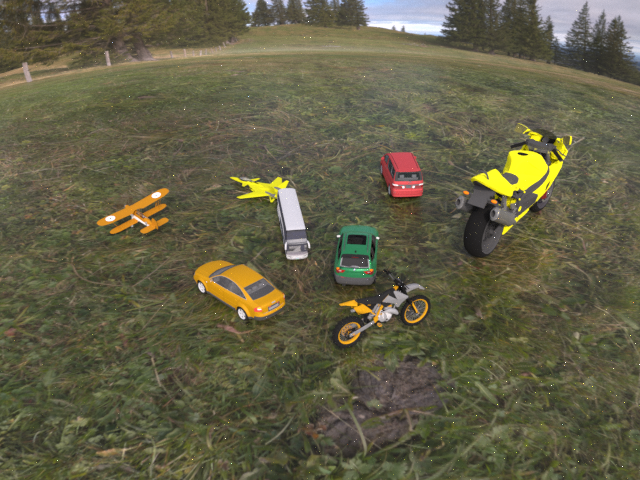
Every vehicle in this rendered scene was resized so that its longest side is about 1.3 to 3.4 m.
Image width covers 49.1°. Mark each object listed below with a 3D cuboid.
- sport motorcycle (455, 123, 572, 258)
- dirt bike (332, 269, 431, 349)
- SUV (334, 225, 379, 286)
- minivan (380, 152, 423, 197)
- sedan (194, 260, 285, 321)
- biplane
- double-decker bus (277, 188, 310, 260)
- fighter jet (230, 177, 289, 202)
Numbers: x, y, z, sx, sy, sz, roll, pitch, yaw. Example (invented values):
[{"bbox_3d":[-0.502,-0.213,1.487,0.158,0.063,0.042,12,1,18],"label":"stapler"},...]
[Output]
[{"bbox_3d":[3.186,-0.832,11.377,0.983,1.596,2.955,23,37,34],"label":"sport motorcycle"},{"bbox_3d":[0.821,0.893,9.085,1.493,0.857,0.527,-14,33,-23],"label":"dirt bike"},{"bbox_3d":[0.569,0.142,10.690,0.656,0.580,1.572,3,30,5],"label":"SUV"},{"bbox_3d":[1.533,-1.326,13.243,0.681,0.616,1.548,-2,30,-4],"label":"minivan"},{"bbox_3d":[-1.174,0.629,9.928,0.635,0.483,1.613,-26,39,-38],"label":"sedan"},{"bbox_3d":[-3.005,-0.376,11.680,1.336,0.504,1.090,-24,38,-36],"label":"biplane"},{"bbox_3d":[-0.462,-0.266,11.448,0.389,0.541,1.672,-4,30,-7],"label":"double-decker bus"},{"bbox_3d":[-1.211,-1.079,13.141,1.358,0.286,1.147,21,36,33],"label":"fighter jet"}]
